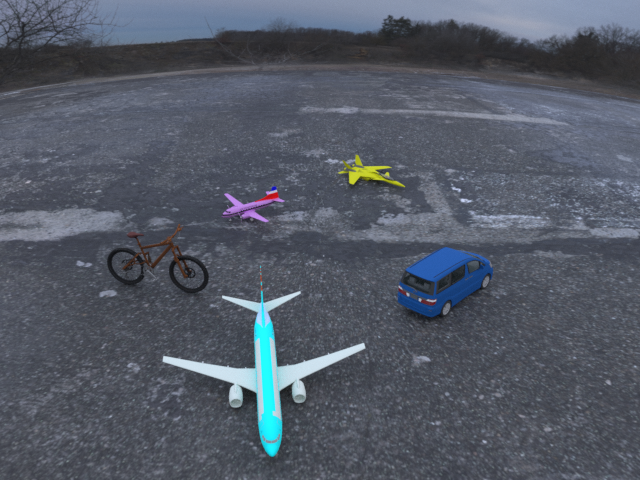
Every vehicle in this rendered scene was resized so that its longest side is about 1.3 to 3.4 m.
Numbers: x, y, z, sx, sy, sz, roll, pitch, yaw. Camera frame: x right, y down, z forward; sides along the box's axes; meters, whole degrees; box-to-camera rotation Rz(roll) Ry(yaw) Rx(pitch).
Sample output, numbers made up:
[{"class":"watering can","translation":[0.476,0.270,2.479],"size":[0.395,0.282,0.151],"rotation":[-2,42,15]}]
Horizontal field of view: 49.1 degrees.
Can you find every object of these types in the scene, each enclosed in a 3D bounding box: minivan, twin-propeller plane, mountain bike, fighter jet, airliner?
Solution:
[{"class":"minivan","translation":[1.696,0.463,9.240],"size":[0.681,0.616,1.548],"rotation":[23,35,38]},{"class":"twin-propeller plane","translation":[-1.142,-0.592,11.540],"size":[1.095,0.407,1.370],"rotation":[-18,32,-31]},{"class":"mountain bike","translation":[-2.189,0.270,9.342],"size":[1.469,0.868,0.573],"rotation":[6,28,12]},{"class":"fighter jet","translation":[1.031,-1.239,12.943],"size":[1.358,0.286,1.147],"rotation":[23,35,37]},{"class":"airliner","translation":[-0.581,1.222,7.510],"size":[2.257,0.835,2.541],"rotation":[-3,27,-6]}]
